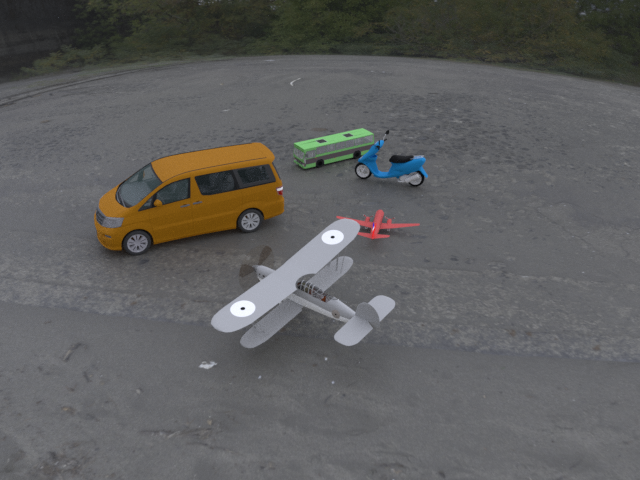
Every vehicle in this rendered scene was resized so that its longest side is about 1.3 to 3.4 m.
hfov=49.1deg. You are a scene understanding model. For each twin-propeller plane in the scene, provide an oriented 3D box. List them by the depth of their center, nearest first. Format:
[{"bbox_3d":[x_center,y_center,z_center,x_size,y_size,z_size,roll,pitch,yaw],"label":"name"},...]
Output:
[{"bbox_3d":[0.922,-0.297,11.343,1.370,0.407,1.095,6,29,10],"label":"twin-propeller plane"}]

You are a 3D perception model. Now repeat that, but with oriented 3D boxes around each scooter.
[{"bbox_3d":[1.320,-1.486,12.971,1.399,0.919,0.662,10,30,17],"label":"scooter"}]

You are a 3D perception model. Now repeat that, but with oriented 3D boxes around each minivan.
[{"bbox_3d":[-2.120,-0.723,11.298,3.011,1.197,1.324,-12,31,-21],"label":"minivan"}]

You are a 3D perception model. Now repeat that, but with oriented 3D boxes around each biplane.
[{"bbox_3d":[-0.127,0.734,8.878,2.120,0.981,2.598,22,36,34],"label":"biplane"}]

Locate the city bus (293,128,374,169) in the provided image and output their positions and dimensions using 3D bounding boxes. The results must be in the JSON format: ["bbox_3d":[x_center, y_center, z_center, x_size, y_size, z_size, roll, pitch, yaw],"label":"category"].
[{"bbox_3d":[0.288,-1.827,14.067,1.674,0.460,0.476,-17,33,-27],"label":"city bus"}]
